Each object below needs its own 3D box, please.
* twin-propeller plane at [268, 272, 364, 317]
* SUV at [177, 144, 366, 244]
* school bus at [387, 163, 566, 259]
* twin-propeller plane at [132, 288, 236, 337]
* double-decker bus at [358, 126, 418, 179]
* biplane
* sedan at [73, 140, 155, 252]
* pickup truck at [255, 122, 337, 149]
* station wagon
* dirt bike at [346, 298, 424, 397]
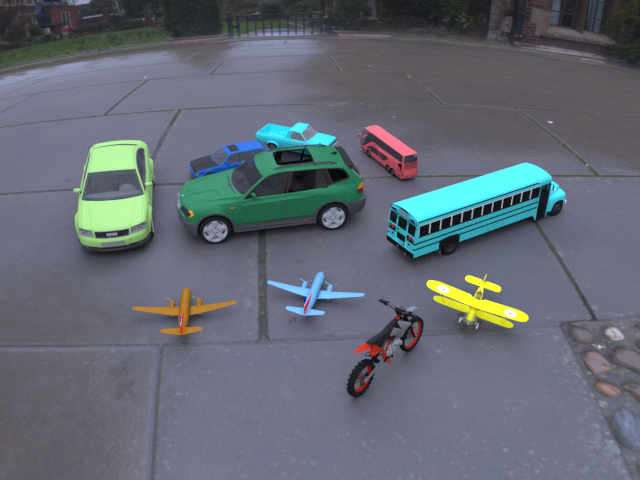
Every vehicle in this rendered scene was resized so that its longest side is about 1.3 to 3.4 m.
[{"bbox_3d":[-0.086,0.687,9.552,1.370,0.407,1.095,7,32,11],"label":"twin-propeller plane"},{"bbox_3d":[-0.782,-0.826,11.324,3.058,1.128,1.276,-7,32,-11],"label":"SUV"},{"bbox_3d":[2.605,-0.533,11.118,3.322,0.844,0.709,-18,36,-26],"label":"school bus"},{"bbox_3d":[-1.792,0.891,9.221,1.370,0.407,1.095,-3,32,-5],"label":"twin-propeller plane"},{"bbox_3d":[1.281,-1.693,13.292,0.389,0.541,1.672,-14,34,-22],"label":"double-decker bus"},{"bbox_3d":[2.084,0.824,9.237,1.336,0.504,1.090,12,34,19],"label":"biplane"},{"bbox_3d":[-3.385,-0.900,11.624,1.235,0.940,3.137,-6,32,-10],"label":"sedan"},{"bbox_3d":[-0.468,-2.025,13.862,1.603,0.511,0.640,14,34,21],"label":"pickup truck"},{"bbox_3d":[-1.644,-1.493,13.033,1.597,0.473,0.682,-14,34,-21],"label":"station wagon"},{"bbox_3d":[0.801,1.211,8.272,0.527,0.857,1.493,24,39,34],"label":"dirt bike"}]
